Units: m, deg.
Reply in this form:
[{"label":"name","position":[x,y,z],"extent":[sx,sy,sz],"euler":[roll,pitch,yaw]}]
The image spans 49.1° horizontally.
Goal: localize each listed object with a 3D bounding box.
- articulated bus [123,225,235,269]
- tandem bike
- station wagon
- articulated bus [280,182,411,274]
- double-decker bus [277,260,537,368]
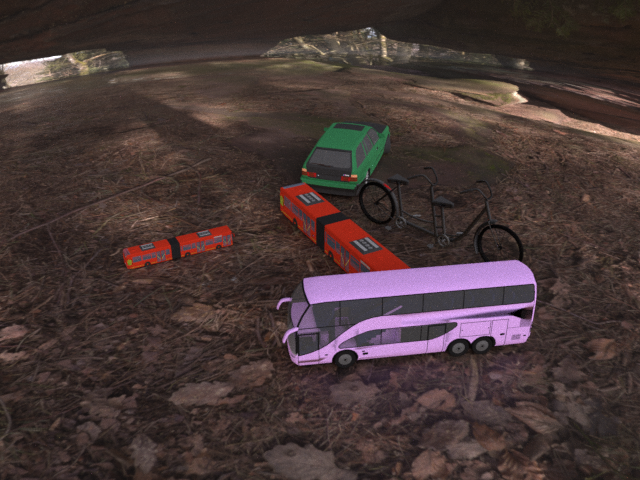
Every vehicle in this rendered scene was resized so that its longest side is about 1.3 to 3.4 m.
[{"label":"articulated bus","position":[-2.238,0.111,11.183],"extent":[1.749,0.289,0.311],"euler":[-14,32,-23]},{"label":"tandem bike","position":[1.833,-0.504,11.219],"extent":[3.192,1.326,0.550],"euler":[23,37,35]},{"label":"station wagon","position":[0.596,-1.867,14.052],"extent":[1.327,0.920,3.105],"euler":[9,31,15]},{"label":"articulated bus","position":[0.298,-0.042,11.177],"extent":[0.605,0.561,3.401],"euler":[-15,33,-24]},{"label":"double-decker bus","position":[1.101,0.936,8.940],"extent":[3.251,1.052,0.756],"euler":[-4,30,-8]}]
